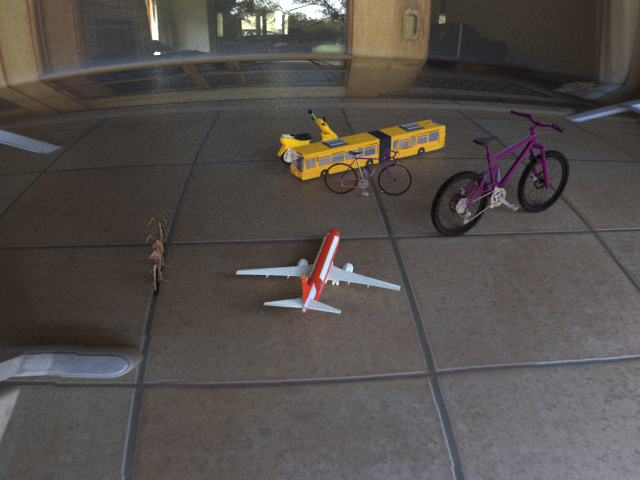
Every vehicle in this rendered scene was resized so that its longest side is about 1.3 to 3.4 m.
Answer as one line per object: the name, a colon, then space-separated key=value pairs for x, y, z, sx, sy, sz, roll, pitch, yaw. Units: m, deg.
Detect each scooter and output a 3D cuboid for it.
scooter: x=-0.203 y=-2.017 z=13.781 sx=1.399 sy=0.919 sz=0.662 roll=-15 pitch=32 yaw=-26

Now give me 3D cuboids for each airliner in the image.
airliner: x=0.010 y=0.246 z=9.657 sx=2.257 sy=0.835 sz=2.541 roll=5 pitch=29 yaw=9

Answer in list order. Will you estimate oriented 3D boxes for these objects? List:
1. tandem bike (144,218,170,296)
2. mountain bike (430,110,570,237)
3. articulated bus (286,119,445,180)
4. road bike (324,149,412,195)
tandem bike: x=-2.309 y=0.164 z=9.973 sx=0.283 sy=0.682 sz=1.642 roll=-3 pitch=28 yaw=-6
mountain bike: x=2.953 y=-1.023 z=11.118 sx=2.857 sy=1.688 sz=1.114 roll=-15 pitch=32 yaw=-26
articulated bus: x=0.983 y=-1.802 z=13.758 sx=3.401 sy=0.561 sz=0.605 roll=-16 pitch=32 yaw=-26
road bike: x=0.844 y=-1.181 z=12.296 sx=1.545 sy=0.852 sz=0.358 roll=2 pitch=28 yaw=4
